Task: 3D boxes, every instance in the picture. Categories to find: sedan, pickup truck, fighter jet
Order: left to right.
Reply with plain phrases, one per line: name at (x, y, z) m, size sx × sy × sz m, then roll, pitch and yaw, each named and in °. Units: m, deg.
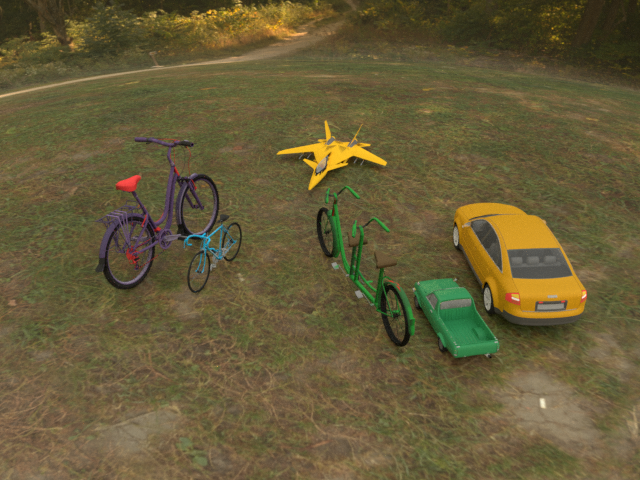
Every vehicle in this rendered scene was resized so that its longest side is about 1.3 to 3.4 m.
fighter jet at (0.164, -1.653, 13.676) m, size 2.229 × 0.557 × 2.640 m, roll 8°, pitch 29°, yaw 14°
pickup truck at (1.690, 0.928, 8.871) m, size 0.640 × 0.511 × 1.603 m, roll -5°, pitch 28°, yaw -10°
sedan at (2.730, 0.115, 9.943) m, size 1.235 × 0.940 × 3.137 m, roll -2°, pitch 28°, yaw -4°

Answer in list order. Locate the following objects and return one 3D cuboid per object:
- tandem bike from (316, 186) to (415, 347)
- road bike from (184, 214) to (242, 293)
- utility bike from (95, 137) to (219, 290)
tandem bike at (0.523, 0.185, 9.400) m, size 0.550 × 1.326 × 3.192 m, roll -10°, pitch 30°, yaw -18°
road bike at (-1.494, 0.123, 10.022) m, size 0.358 × 0.852 × 1.545 m, roll 11°, pitch 30°, yaw 19°
utility bike at (-2.398, -0.522, 10.183) m, size 1.039 × 1.839 × 2.791 m, roll 13°, pitch 31°, yaw 24°
